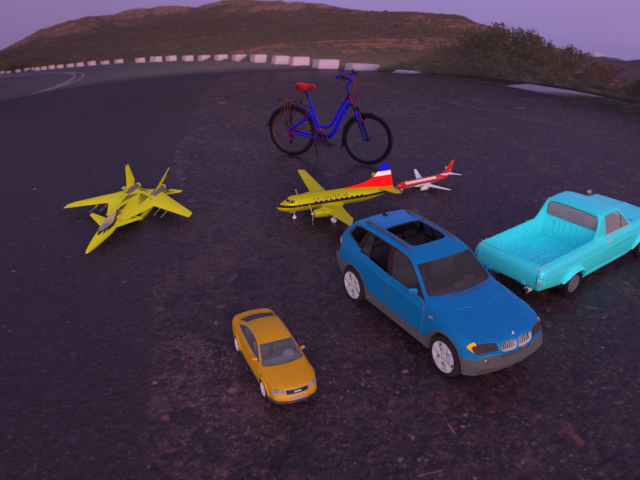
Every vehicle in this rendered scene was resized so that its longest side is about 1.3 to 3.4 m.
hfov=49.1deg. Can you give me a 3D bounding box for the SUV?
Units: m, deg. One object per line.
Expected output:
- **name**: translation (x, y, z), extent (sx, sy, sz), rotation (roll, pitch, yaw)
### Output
- **SUV**: translation (1.395, 0.522, 8.813), extent (1.276, 1.128, 3.058), rotation (-15, 30, -27)

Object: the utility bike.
- **utility bike**: translation (0.181, -2.548, 14.179), extent (2.791, 1.839, 1.039), rotation (10, 28, 19)

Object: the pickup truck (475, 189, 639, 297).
- **pickup truck**: translation (3.663, -0.087, 10.187), extent (3.117, 0.993, 1.244), rotation (-20, 33, -34)

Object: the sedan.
- **sedan**: translation (-0.547, 1.259, 8.056), extent (0.635, 0.483, 1.613), rotation (-11, 29, -21)

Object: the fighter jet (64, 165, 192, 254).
- **fighter jet**: translation (-3.283, -0.531, 11.566), extent (2.229, 0.557, 2.640), rotation (4, 27, 9)

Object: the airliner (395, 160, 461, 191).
- **airliner**: translation (1.969, -1.199, 13.051), extent (1.307, 0.429, 1.161), rotation (-12, 29, -23)

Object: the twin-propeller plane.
- **twin-propeller plane**: translation (0.283, -0.826, 11.897), extent (2.129, 0.792, 2.663), rotation (-9, 28, -18)
